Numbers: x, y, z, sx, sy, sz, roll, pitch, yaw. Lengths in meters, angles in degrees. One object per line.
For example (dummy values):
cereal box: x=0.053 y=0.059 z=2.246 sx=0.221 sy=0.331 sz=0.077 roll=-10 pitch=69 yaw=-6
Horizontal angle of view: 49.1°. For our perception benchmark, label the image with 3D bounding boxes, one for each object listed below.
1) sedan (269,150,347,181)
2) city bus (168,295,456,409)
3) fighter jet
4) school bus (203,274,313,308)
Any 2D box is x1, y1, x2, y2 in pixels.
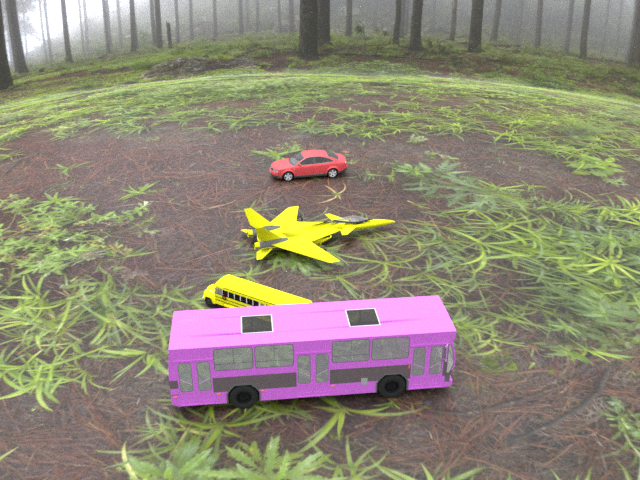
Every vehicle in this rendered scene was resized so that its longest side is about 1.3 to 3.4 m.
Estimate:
sedan: x=-0.241 y=-1.578 z=14.460 sx=1.613 sy=0.483 sz=0.635 roll=-5 pitch=27 yaw=-11
city bus: x=-0.098 y=1.324 z=8.245 sx=3.255 sy=0.894 sz=0.926 roll=-3 pitch=27 yaw=-6
fighter jet: x=0.068 y=-0.285 z=11.814 sx=2.640 sy=0.557 sz=2.229 roll=-9 pitch=28 yaw=-17
school bus: x=-0.893 y=0.852 z=9.692 sx=1.708 sy=0.434 sz=0.365 roll=15 pitch=30 yaw=27
